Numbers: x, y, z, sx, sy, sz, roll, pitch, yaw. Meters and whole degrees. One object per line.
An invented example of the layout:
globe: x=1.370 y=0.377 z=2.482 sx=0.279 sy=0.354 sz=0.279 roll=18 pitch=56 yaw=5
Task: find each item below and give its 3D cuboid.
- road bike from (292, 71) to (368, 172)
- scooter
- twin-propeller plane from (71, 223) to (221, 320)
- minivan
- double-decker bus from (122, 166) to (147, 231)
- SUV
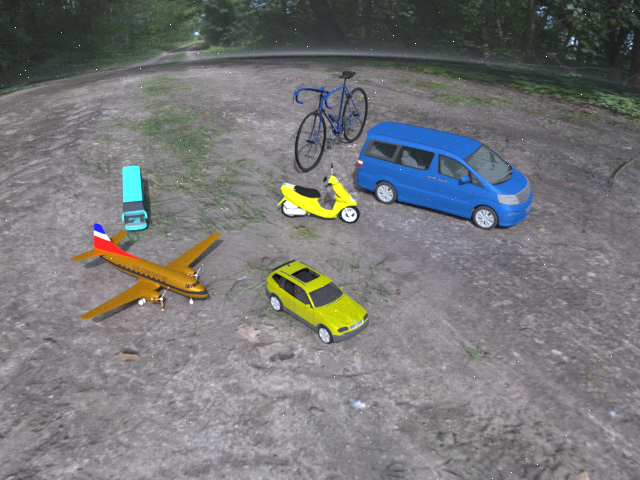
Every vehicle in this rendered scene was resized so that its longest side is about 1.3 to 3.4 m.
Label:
road bike: x=0.286 y=-2.481 z=14.000 sx=0.696 sy=1.656 sz=3.004 roll=15 pitch=32 yaw=26
scooter: x=-0.023 y=-0.740 z=11.571 sx=1.399 sy=0.919 sz=0.662 roll=6 pitch=29 yaw=10
twin-propeller plane: x=-2.400 y=0.338 z=9.721 sx=2.129 sy=0.792 sz=2.663 roll=17 pitch=33 yaw=28
minivan: x=2.148 y=-1.163 z=12.057 sx=3.011 sy=1.197 sz=1.324 roll=17 pitch=33 yaw=28
double-decker bus: x=-3.168 y=-0.711 z=11.913 sx=0.389 sy=0.541 sz=1.672 roll=-7 pitch=29 yaw=-13
SUV: x=-0.061 y=0.765 z=9.157 sx=0.656 sy=0.580 sz=1.572 roll=-24 pitch=36 yaw=-36
